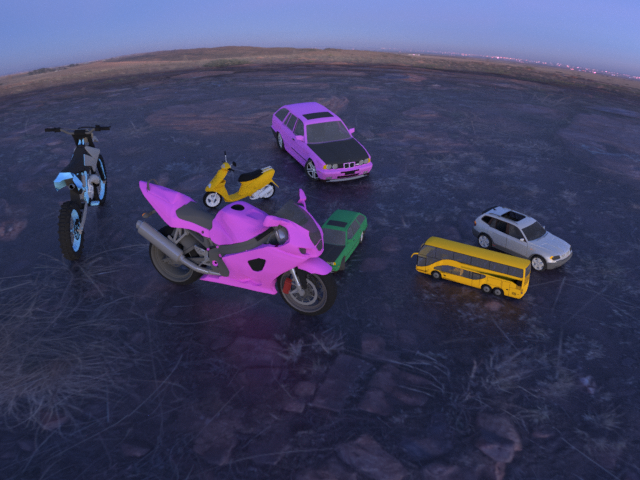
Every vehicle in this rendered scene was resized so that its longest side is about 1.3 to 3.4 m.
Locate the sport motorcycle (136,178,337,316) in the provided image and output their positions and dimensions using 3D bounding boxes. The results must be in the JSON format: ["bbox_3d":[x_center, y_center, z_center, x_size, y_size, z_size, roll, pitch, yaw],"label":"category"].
[{"bbox_3d":[-1.135,0.084,9.456,2.955,1.596,0.983,12,30,21],"label":"sport motorcycle"}]

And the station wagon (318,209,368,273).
[{"bbox_3d":[0.251,-0.034,10.896,0.682,0.473,1.597,10,29,18],"label":"station wagon"}]

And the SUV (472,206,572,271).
[{"bbox_3d":[3.116,-0.061,10.832,0.656,0.580,1.572,-23,35,-37],"label":"SUV"}]

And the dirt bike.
[{"bbox_3d":[-3.867,-0.938,11.340,1.024,1.666,2.903,-2,28,-4],"label":"dirt bike"}]

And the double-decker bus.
[{"bbox_3d":[2.151,0.374,10.042,1.672,0.541,0.389,15,31,27],"label":"double-decker bus"}]

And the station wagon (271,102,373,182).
[{"bbox_3d":[-0.016,-2.103,14.377,1.327,0.920,3.105,-11,29,-20],"label":"station wagon"}]

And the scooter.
[{"bbox_3d":[-1.413,-1.071,12.402,1.399,0.919,0.662,-11,30,-20],"label":"scooter"}]
